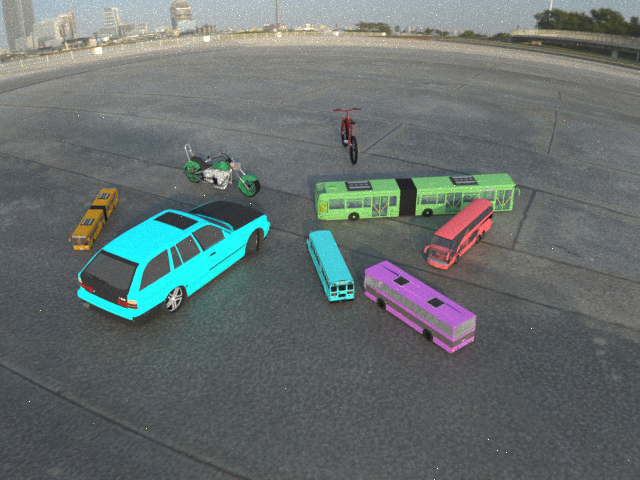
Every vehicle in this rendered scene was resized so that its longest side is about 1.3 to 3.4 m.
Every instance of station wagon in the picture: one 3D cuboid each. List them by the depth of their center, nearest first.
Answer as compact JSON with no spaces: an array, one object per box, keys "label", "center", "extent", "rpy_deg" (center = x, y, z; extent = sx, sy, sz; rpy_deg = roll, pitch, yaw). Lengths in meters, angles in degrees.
[{"label":"station wagon","center":[-1.992,0.083,10.142],"extent":[1.327,0.920,3.105],"rpy_deg":[18,34,28]}]

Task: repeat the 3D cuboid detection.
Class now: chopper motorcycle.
[{"label":"chopper motorcycle","center":[-1.791,-1.258,12.626],"extent":[1.563,0.761,0.466],"rpy_deg":[13,33,22]}]

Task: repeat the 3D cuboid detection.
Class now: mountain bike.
[{"label":"mountain bike","center":[0.588,-2.118,14.011],"extent":[0.573,0.868,1.469],"rpy_deg":[-5,30,-8]}]

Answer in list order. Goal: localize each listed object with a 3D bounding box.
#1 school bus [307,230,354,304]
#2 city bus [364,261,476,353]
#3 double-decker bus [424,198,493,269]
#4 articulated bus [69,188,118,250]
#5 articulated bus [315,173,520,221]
[{"label":"school bus","center":[0.121,0.322,10.215],"extent":[0.365,0.434,1.708],"rpy_deg":[-6,31,-11]},{"label":"city bus","center":[1.275,0.867,9.243],"extent":[0.476,0.460,1.674],"rpy_deg":[-21,36,-32]},{"label":"double-decker bus","center":[2.181,-0.099,10.836],"extent":[0.389,0.541,1.672],"rpy_deg":[20,35,30]},{"label":"articulated bus","center":[-3.698,-0.377,11.572],"extent":[0.311,0.289,1.749],"rpy_deg":[0,30,1]},{"label":"articulated bus","center":[1.634,-0.734,11.917],"extent":[3.401,0.561,0.605],"rpy_deg":[-3,30,-6]}]
